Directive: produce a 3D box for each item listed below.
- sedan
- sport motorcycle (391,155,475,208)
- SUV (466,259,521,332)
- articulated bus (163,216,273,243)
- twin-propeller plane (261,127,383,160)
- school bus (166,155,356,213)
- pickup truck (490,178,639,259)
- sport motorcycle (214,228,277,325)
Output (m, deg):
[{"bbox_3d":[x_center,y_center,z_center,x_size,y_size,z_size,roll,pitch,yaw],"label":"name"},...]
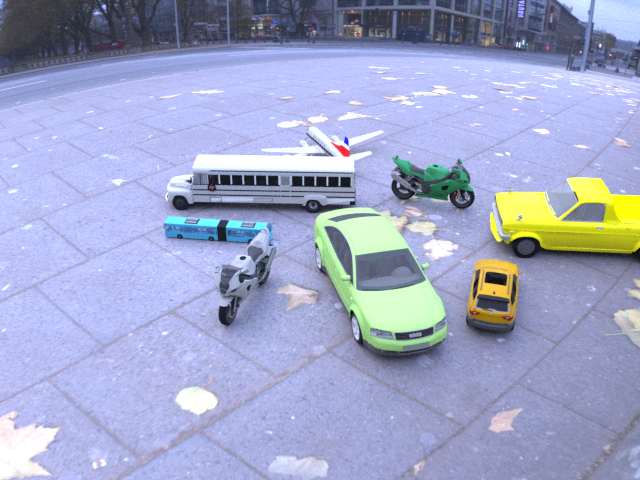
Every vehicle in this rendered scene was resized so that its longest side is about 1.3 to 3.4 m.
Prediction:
[{"bbox_3d":[0.759,0.379,9.657,1.235,0.940,3.137,-7,30,-13],"label":"sedan"},{"bbox_3d":[1.962,-1.016,12.235,1.520,0.821,0.506,11,31,18],"label":"sport motorcycle"},{"bbox_3d":[2.377,0.658,9.530,0.656,0.580,1.572,8,31,14],"label":"SUV"},{"bbox_3d":[-1.645,-0.161,11.267,1.749,0.289,0.311,4,30,7],"label":"articulated bus"},{"bbox_3d":[0.155,-1.974,13.951,2.663,0.792,2.129,-12,32,-20],"label":"twin-propeller plane"},{"bbox_3d":[-1.034,-1.010,12.200,3.322,0.844,0.709,1,30,2],"label":"school bus"},{"bbox_3d":[4.288,-0.376,10.932,3.117,0.993,1.244,3,30,5],"label":"pickup truck"},{"bbox_3d":[-1.023,0.491,9.580,0.506,0.821,1.520,10,31,17],"label":"sport motorcycle"}]
